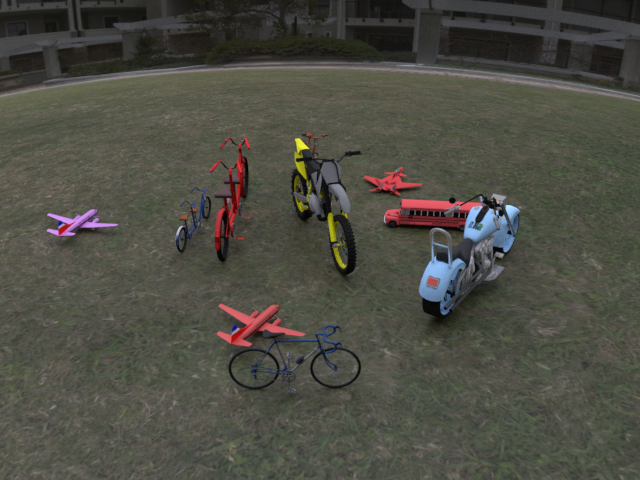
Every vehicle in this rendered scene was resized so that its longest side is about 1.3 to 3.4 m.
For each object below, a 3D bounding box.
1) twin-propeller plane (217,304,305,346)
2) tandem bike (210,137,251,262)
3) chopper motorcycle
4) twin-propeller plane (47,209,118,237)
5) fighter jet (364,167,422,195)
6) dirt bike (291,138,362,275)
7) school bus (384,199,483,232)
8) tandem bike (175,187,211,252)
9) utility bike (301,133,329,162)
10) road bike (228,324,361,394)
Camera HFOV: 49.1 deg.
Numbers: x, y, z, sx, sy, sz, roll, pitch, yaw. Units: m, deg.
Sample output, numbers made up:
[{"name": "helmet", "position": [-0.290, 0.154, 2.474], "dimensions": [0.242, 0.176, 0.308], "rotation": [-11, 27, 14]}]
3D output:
[{"name": "twin-propeller plane", "position": [-0.837, 1.063, 9.174], "dimensions": [1.370, 0.407, 1.095], "rotation": [16, 32, 27]}, {"name": "tandem bike", "position": [-1.465, -0.827, 11.741], "dimensions": [0.550, 1.326, 3.192], "rotation": [1, 28, 2]}, {"name": "chopper motorcycle", "position": [2.264, -0.015, 10.056], "dimensions": [0.906, 1.480, 3.040], "rotation": [18, 33, 30]}, {"name": "twin-propeller plane", "position": [-4.066, -0.331, 11.786], "dimensions": [1.370, 0.407, 1.095], "rotation": [9, 29, 16]}, {"name": "fighter jet", "position": [1.448, -1.264, 13.664], "dimensions": [1.147, 0.286, 1.358], "rotation": [10, 30, 18]}, {"name": "dirt bike", "position": [0.028, -0.700, 11.142], "dimensions": [1.024, 1.666, 2.903], "rotation": [-9, 29, -16]}, {"name": "school bus", "position": [1.957, -0.433, 11.950], "dimensions": [1.708, 0.434, 0.365], "rotation": [3, 28, 6]}, {"name": "tandem bike", "position": [-2.100, -0.400, 11.624], "dimensions": [0.283, 0.682, 1.642], "rotation": [5, 29, 10]}, {"name": "utility bike", "position": [-0.137, -1.721, 13.820], "dimensions": [0.535, 0.946, 1.435], "rotation": [-6, 29, -12]}, {"name": "road bike", "position": [-0.292, 1.385, 8.099], "dimensions": [1.545, 0.852, 0.358], "rotation": [-1, 28, -1]}]
